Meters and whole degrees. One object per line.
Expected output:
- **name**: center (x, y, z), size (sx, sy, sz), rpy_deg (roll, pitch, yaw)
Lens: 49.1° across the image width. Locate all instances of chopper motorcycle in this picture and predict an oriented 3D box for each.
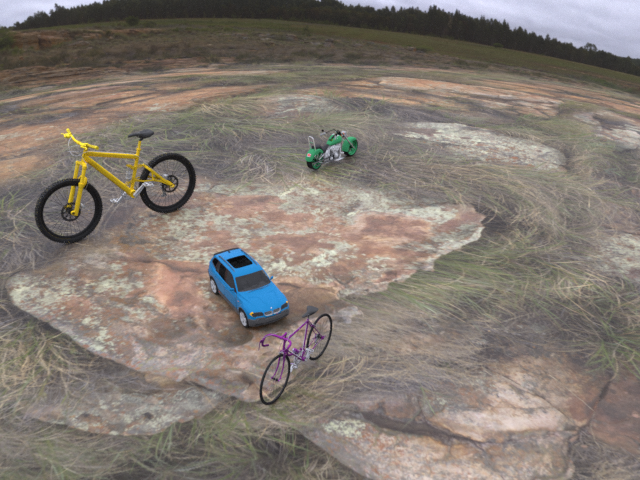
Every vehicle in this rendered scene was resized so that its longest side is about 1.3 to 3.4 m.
- **chopper motorcycle**: center (0.264, -1.938, 14.366), size (0.466, 0.761, 1.563), rpy_deg (21, 34, 35)

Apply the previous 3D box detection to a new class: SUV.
- **SUV**: center (-1.013, 0.615, 9.644), size (0.656, 0.580, 1.572), rpy_deg (-16, 31, -27)

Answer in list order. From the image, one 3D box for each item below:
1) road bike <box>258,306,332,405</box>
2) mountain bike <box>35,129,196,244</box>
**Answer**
- **road bike**: center (-0.251, 1.256, 8.116), size (0.358, 0.852, 1.545), rpy_deg (16, 31, 27)
- **mountain bike**: center (-3.324, -0.993, 11.540), size (2.857, 1.688, 1.114), rpy_deg (-21, 34, -35)
